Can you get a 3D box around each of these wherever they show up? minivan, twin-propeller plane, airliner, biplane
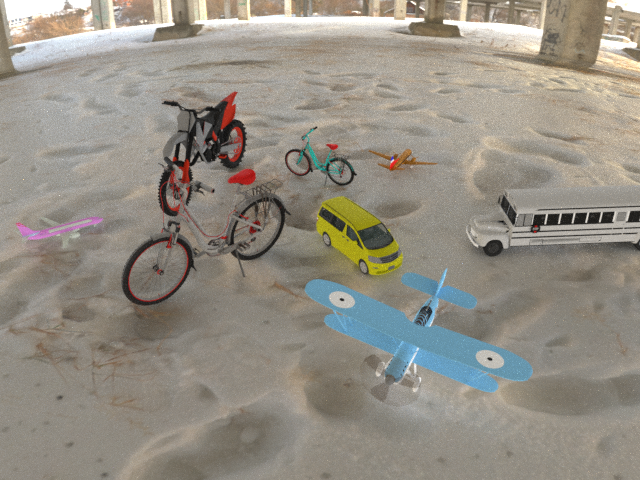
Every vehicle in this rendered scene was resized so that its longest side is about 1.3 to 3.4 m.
[{"bbox_3d":[0.576,-0.077,10.323,0.681,0.616,1.548,-19,35,-28],"label":"minivan"},{"bbox_3d":[1.496,-1.528,12.974,1.370,0.407,1.095,14,34,23],"label":"twin-propeller plane"},{"bbox_3d":[-3.998,-0.250,10.797,1.307,0.429,1.161,-20,36,-30],"label":"airliner"},{"bbox_3d":[1.166,1.049,8.067,2.598,0.981,2.120,13,33,21],"label":"biplane"}]

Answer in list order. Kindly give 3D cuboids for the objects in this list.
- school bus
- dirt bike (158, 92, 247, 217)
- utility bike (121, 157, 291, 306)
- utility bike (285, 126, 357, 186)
[{"bbox_3d":[3.898,-0.329,10.524,3.322,0.844,0.709,-2,31,-4],"label":"school bus"},{"bbox_3d":[-1.948,-1.615,11.886,1.024,1.666,2.903,11,32,18],"label":"dirt bike"},{"bbox_3d":[-1.394,-0.207,9.342,2.791,1.839,1.039,-26,39,-36],"label":"utility bike"},{"bbox_3d":[-0.023,-1.437,12.293,1.435,0.946,0.535,15,34,23],"label":"utility bike"}]
